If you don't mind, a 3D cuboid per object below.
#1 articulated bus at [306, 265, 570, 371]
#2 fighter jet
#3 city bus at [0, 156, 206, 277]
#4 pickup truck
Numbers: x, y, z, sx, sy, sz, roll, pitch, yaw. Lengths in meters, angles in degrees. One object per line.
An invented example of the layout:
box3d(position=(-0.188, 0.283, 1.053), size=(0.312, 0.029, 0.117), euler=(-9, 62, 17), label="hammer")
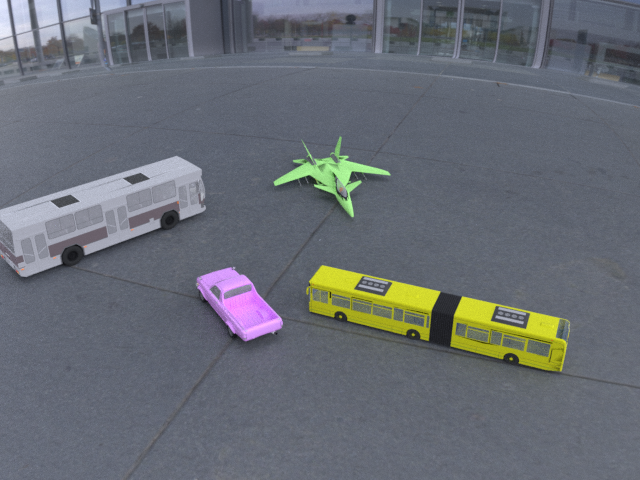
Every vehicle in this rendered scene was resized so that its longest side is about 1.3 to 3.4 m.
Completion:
box3d(position=(1.455, 0.986, 9.158), size=(3.401, 0.561, 0.605), euler=(12, 32, 20), label="articulated bus")
box3d(position=(0.282, -1.180, 12.955), size=(2.229, 0.557, 2.640), euler=(-6, 30, -10), label="fighter jet")
box3d(position=(-3.429, -0.414, 11.274), size=(3.255, 0.894, 0.926), euler=(-24, 38, -36), label="city bus")
box3d(position=(-1.125, 0.817, 9.506), size=(0.640, 0.511, 1.603), euler=(-17, 34, -27), label="pickup truck")
